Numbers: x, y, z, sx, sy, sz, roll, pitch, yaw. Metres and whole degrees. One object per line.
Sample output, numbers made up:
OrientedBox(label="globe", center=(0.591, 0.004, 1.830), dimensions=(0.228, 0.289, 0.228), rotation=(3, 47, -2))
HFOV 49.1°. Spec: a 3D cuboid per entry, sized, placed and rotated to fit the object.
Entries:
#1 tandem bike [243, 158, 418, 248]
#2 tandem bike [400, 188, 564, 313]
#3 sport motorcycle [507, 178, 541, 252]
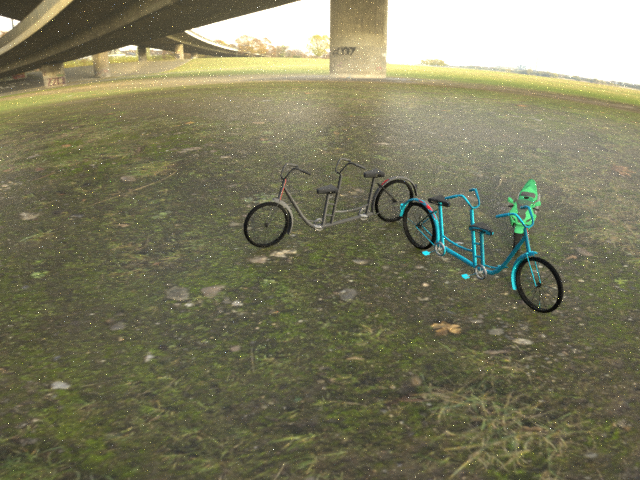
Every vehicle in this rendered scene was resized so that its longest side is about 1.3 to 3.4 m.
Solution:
OrientedBox(label="tandem bike", center=(0.249, -0.702, 11.373), dimensions=(3.192, 1.326, 0.550), rotation=(-12, 28, -24))
OrientedBox(label="tandem bike", center=(2.204, -0.073, 10.028), dimensions=(0.550, 1.326, 3.192), rotation=(-16, 30, -31))
OrientedBox(label="sport motorcycle", center=(3.311, -0.416, 11.356), dimensions=(0.506, 0.821, 1.520), rotation=(9, 27, 19))
